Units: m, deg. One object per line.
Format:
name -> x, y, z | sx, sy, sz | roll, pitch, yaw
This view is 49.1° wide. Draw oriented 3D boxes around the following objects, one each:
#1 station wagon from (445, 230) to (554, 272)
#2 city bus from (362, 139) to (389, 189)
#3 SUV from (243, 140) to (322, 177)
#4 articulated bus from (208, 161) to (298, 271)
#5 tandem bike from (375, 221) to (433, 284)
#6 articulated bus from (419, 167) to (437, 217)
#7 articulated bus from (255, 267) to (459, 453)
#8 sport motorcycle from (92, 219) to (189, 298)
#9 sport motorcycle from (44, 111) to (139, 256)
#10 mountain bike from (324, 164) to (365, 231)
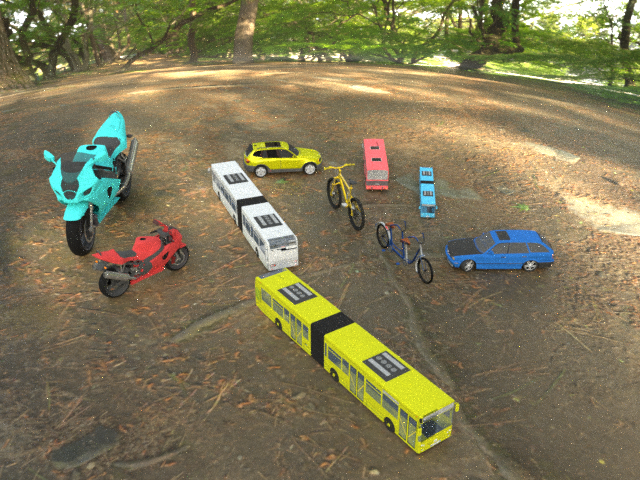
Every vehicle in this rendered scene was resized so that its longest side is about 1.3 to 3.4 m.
station wagon -> 2.722, 0.133, 10.668 | 1.597, 0.473, 0.682 | 0, 28, -1
city bus -> 1.080, -1.478, 13.700 | 0.476, 0.460, 1.674 | 1, 28, 1
SUV -> -0.743, -1.645, 13.885 | 1.572, 0.580, 0.656 | -4, 28, -7
articulated bus -> -1.174, -0.502, 11.765 | 0.605, 0.561, 3.401 | -11, 30, -19
tandem bike -> 1.258, 0.059, 10.585 | 0.283, 0.682, 1.642 | -13, 31, -23
articulated bus -> 1.950, -0.897, 12.794 | 0.311, 0.289, 1.749 | 3, 28, 6
articulated bus -> 0.266, 1.295, 8.399 | 0.605, 0.561, 3.401 | -18, 33, -30
sport motorcycle -> -2.534, 0.265, 10.053 | 0.506, 0.821, 1.520 | 25, 37, 38
sport motorcycle -> -3.675, -0.998, 11.595 | 0.983, 1.596, 2.955 | 1, 28, 1
mountain bike -> 0.430, -0.766, 11.933 | 0.573, 0.868, 1.469 | -11, 30, -20
